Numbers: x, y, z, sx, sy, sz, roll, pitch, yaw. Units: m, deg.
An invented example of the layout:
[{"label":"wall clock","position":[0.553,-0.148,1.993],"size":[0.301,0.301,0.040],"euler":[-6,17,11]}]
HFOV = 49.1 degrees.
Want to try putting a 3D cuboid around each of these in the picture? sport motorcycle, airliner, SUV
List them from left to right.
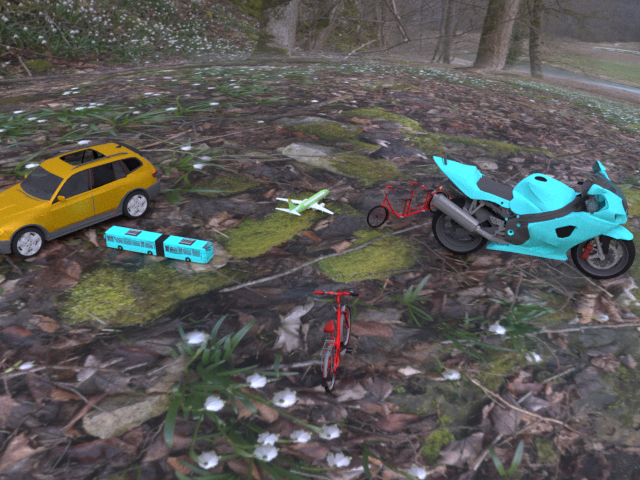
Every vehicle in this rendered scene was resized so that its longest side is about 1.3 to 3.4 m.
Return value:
[{"label":"SUV","position":[-4.103,-0.756,11.365],"size":[1.276,1.128,3.058],"euler":[25,37,38]},{"label":"airliner","position":[-0.193,-0.727,12.052],"size":[1.161,0.429,1.307],"euler":[16,32,28]},{"label":"sport motorcycle","position":[3.033,-0.346,10.099],"size":[2.955,1.596,0.983],"euler":[11,30,19]}]

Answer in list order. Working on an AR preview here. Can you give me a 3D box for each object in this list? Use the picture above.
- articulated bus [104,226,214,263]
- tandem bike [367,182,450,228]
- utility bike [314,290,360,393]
[{"label":"articulated bus","position":[-2.476,0.069,10.711],"size":[1.749,0.289,0.311],"euler":[9,29,16]},{"label":"tandem bike","position":[1.489,-0.636,11.613],"size":[1.642,0.682,0.283],"euler":[-14,31,-24]},{"label":"utility bike","position":[0.153,1.082,8.115],"size":[0.535,0.946,1.435],"euler":[6,29,12]}]
